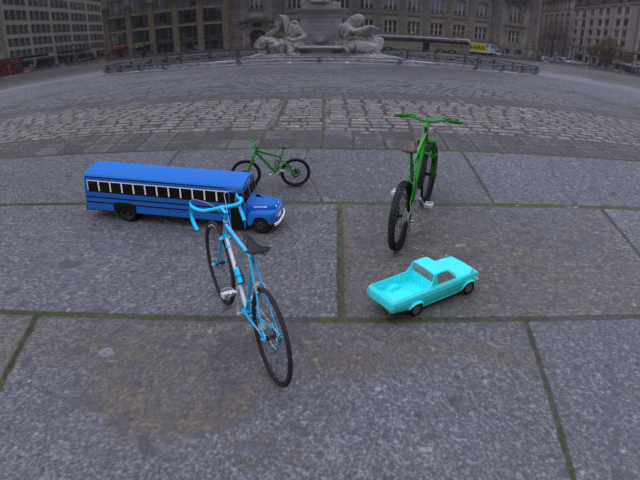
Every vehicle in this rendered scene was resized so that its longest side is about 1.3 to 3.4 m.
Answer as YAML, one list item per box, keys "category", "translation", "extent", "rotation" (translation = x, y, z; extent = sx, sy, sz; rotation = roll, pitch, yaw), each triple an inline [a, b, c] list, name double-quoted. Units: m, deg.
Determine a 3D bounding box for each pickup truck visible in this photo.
- category: "pickup truck"
  translation: [1.432, 0.571, 9.589]
  extent: [1.603, 0.511, 0.640]
  rotation: [-18, 33, -30]

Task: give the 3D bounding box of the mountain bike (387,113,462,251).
- category: "mountain bike"
  translation: [1.561, -1.025, 11.321]
  extent: [1.114, 1.688, 2.857]
  rotation: [10, 30, 18]

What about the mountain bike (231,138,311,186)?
- category: "mountain bike"
  translation: [-0.908, -1.367, 12.827]
  extent: [1.469, 0.868, 0.573]
  rotation: [-2, 28, -4]

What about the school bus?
- category: "school bus"
  translation: [-2.243, -0.745, 11.692]
  extent: [3.322, 0.844, 0.709]
  rotation: [5, 29, 10]

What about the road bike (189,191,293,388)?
- category: "road bike"
  translation: [-0.948, 0.486, 8.536]
  extent: [0.697, 1.656, 3.004]
  rotation: [-13, 31, -22]
